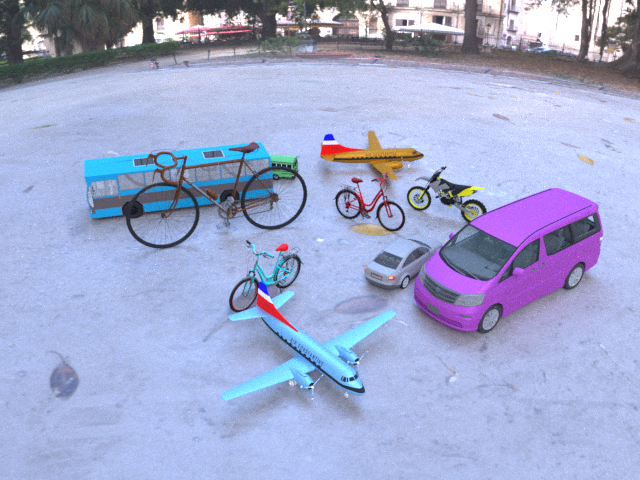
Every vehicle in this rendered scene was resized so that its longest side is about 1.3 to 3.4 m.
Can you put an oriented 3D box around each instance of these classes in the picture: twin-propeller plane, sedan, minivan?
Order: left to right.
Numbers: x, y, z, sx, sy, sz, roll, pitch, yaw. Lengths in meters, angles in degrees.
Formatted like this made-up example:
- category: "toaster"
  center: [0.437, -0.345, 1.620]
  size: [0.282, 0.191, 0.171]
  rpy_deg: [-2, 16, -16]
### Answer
- category: "twin-propeller plane"
  center: [-0.172, 1.223, 8.575]
  size: [2.663, 0.792, 2.129]
  rpy_deg: [-21, 35, -34]
- category: "twin-propeller plane"
  center: [1.061, -1.790, 14.089]
  size: [2.129, 0.792, 2.663]
  rpy_deg: [-3, 29, -5]
- category: "sedan"
  center: [1.310, 0.245, 10.687]
  size: [0.635, 0.483, 1.613]
  rpy_deg: [21, 35, 33]
- category: "minivan"
  center: [2.719, 0.223, 9.984]
  size: [3.011, 1.197, 1.324]
  rpy_deg: [-19, 34, -31]

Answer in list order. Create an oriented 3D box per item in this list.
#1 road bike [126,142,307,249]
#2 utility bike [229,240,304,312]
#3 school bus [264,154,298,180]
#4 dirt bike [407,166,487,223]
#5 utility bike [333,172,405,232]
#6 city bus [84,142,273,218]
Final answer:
- category: "road bike"
  center: [-1.624, -0.756, 11.296]
  size: [3.004, 1.656, 0.697]
  rpy_deg: [-10, 30, -18]
- category: "utility bike"
  center: [-0.702, 0.443, 9.843]
  size: [0.535, 0.946, 1.435]
  rpy_deg: [24, 37, 37]
- category: "school bus"
  center: [-1.298, -1.495, 13.922]
  size: [1.708, 0.434, 0.365]
  rpy_deg: [6, 29, 12]
- category: "dirt bike"
  center: [2.201, -0.777, 12.168]
  size: [1.493, 0.857, 0.527]
  rpy_deg: [16, 33, 27]
- category: "utility bike"
  center: [0.856, -0.718, 11.967]
  size: [1.435, 0.946, 0.535]
  rpy_deg: [18, 33, 29]
- category: "city bus"
  center: [-2.524, -1.068, 12.661]
  size: [3.255, 0.894, 0.926]
  rpy_deg: [-8, 30, -14]
